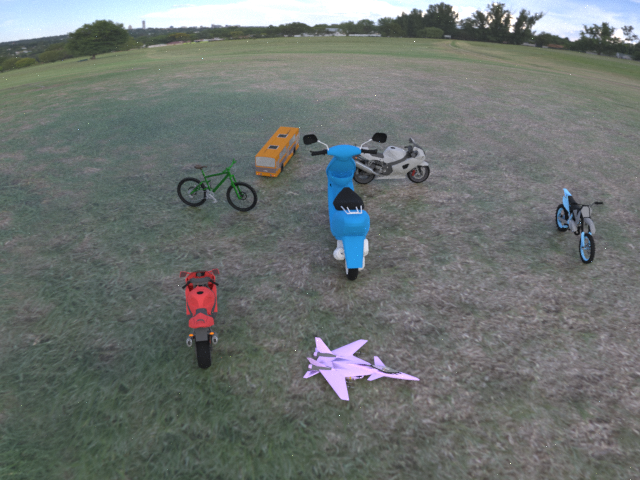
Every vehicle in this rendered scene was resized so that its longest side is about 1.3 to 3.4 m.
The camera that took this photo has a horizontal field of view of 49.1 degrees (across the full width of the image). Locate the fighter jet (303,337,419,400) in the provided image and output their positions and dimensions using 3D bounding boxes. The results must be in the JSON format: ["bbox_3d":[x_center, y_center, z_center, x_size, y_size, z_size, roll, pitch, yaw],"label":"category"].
[{"bbox_3d":[0.528,1.505,8.428,1.358,0.286,1.147,7,30,12],"label":"fighter jet"}]

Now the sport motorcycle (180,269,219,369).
[{"bbox_3d":[-1.496,0.939,8.886,0.506,0.821,1.520,-4,30,-8],"label":"sport motorcycle"}]

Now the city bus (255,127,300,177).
[{"bbox_3d":[-0.834,-1.765,14.047,0.476,0.460,1.674,7,30,12],"label":"city bus"}]

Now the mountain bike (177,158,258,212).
[{"bbox_3d":[-1.802,-0.929,12.150,1.469,0.868,0.573,6,30,11],"label":"mountain bike"}]

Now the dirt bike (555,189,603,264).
[{"bbox_3d":[4.045,-0.284,11.019,0.527,0.857,1.493,-2,29,-3],"label":"dirt bike"}]

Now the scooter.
[{"bbox_3d":[0.401,-0.679,10.773,1.288,1.786,2.721,-2,29,-3],"label":"scooter"}]

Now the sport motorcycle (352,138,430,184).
[{"bbox_3d":[1.317,-1.438,13.100,1.520,0.821,0.506,-1,29,-2],"label":"sport motorcycle"}]
